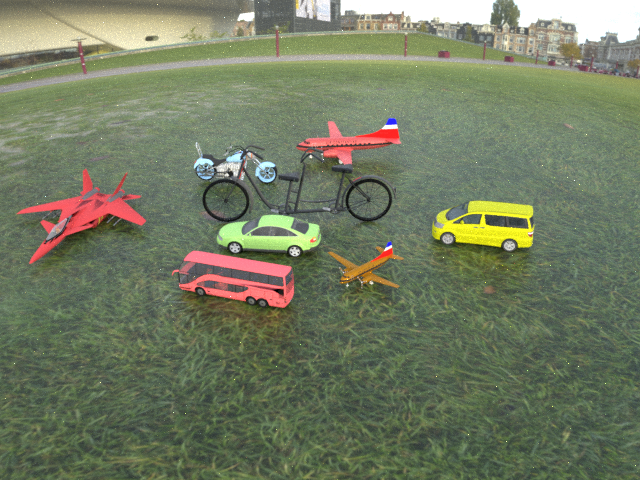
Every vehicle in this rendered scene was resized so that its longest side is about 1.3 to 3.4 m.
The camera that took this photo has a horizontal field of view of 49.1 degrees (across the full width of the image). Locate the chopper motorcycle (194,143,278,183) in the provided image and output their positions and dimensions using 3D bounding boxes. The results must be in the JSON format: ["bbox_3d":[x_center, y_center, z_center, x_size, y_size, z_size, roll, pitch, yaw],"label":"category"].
[{"bbox_3d":[-1.581,-1.437,13.054,1.563,0.761,0.466,1,27,3],"label":"chopper motorcycle"}]

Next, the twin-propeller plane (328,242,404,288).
[{"bbox_3d":[0.672,0.352,9.985,1.095,0.407,1.370,-23,35,-37],"label":"twin-propeller plane"}]

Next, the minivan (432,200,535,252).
[{"bbox_3d":[2.547,-0.265,10.950,1.548,0.616,0.681,7,28,13],"label":"minivan"}]

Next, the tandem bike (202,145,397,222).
[{"bbox_3d":[-0.333,-0.889,11.382,3.192,1.326,0.550,0,27,-1],"label":"tandem bike"}]

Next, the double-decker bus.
[{"bbox_3d":[-1.174,0.524,9.508,1.672,0.541,0.389,9,29,16],"label":"double-decker bus"}]

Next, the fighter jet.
[{"bbox_3d":[-3.977,-0.403,11.279,2.229,0.557,2.640,5,28,10],"label":"fighter jet"}]

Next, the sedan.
[{"bbox_3d":[-0.792,-0.107,10.789,1.613,0.483,0.635,3,28,6],"label":"sedan"}]

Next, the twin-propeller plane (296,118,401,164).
[{"bbox_3d":[0.570,-2.061,14.225,2.129,0.792,2.663,-3,28,-6],"label":"twin-propeller plane"}]
